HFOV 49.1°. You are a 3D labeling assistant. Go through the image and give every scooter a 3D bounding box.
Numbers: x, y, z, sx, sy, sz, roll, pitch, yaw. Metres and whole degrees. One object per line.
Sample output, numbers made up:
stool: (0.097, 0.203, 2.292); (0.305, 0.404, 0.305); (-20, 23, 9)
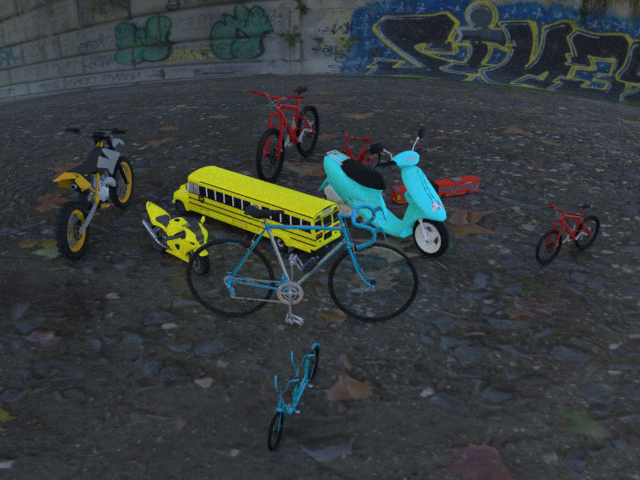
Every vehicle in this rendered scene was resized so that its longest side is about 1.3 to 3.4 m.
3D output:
scooter: (0.984, -0.876, 11.186); (1.288, 1.786, 2.721); (-23, 35, -39)

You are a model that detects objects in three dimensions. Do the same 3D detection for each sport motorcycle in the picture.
sport motorcycle: (-2.150, -0.034, 10.563); (0.506, 0.821, 1.520); (-23, 34, -39)

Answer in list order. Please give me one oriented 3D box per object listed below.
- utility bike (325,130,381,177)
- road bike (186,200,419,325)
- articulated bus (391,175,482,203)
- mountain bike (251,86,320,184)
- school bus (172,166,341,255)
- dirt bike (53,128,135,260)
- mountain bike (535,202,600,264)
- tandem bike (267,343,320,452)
utility bike: (0.718, -1.680, 13.785); (1.435, 0.946, 0.535); (-18, 31, -32)
road bike: (-0.241, 0.307, 8.917); (3.004, 1.656, 0.697); (2, 26, 3)
articulated bus: (2.168, -0.941, 13.021); (1.749, 0.289, 0.311); (-9, 28, -18)
mountain bike: (-0.610, -2.242, 14.089); (1.114, 1.688, 2.857); (10, 28, 20)
school bus: (-1.170, -0.558, 11.608); (3.322, 0.844, 0.709); (19, 32, 34)
dirt bike: (-3.662, -0.921, 11.414); (1.024, 1.666, 2.903); (3, 26, 6)
mountain bike: (3.834, -0.146, 10.740); (1.469, 0.868, 0.573); (-17, 31, -30)
tandem bike: (-0.257, 1.539, 7.506); (0.283, 0.682, 1.642); (8, 27, 16)
